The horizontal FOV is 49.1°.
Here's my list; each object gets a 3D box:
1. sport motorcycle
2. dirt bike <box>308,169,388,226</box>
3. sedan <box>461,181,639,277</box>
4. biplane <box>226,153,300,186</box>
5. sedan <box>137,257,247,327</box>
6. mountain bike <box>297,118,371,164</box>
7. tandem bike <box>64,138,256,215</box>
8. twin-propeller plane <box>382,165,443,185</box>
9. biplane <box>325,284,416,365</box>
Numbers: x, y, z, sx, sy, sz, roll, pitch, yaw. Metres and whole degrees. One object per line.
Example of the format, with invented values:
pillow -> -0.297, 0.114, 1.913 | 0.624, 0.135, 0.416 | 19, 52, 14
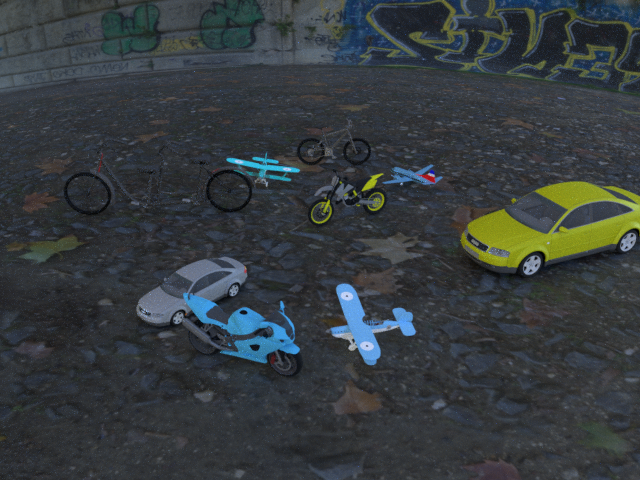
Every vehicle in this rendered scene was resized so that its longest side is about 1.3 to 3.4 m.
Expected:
sport motorcycle -> -0.891, 1.078, 8.024 | 1.520, 0.821, 0.506 | 11, 29, 21
dirt bike -> 0.475, -0.718, 11.492 | 1.493, 0.857, 0.527 | -13, 30, -24
sedan -> 3.605, -0.287, 10.558 | 3.137, 0.940, 1.235 | -11, 29, -21
biplane -> -1.037, -1.320, 13.053 | 1.336, 0.504, 1.090 | 1, 27, 1
sedan -> -1.687, 0.619, 9.290 | 0.635, 0.483, 1.613 | 23, 35, 37
mountain bike -> 0.278, -1.886, 13.758 | 1.469, 0.868, 0.573 | 0, 27, 0
tandem bike -> -2.663, -1.034, 11.595 | 3.192, 1.326, 0.550 | -1, 27, -3
twin-propeller plane -> 1.716, -1.227, 12.978 | 1.370, 0.407, 1.095 | -22, 34, -36
biplane -> 0.600, 1.057, 8.413 | 1.090, 0.504, 1.336 | -6, 28, -12
